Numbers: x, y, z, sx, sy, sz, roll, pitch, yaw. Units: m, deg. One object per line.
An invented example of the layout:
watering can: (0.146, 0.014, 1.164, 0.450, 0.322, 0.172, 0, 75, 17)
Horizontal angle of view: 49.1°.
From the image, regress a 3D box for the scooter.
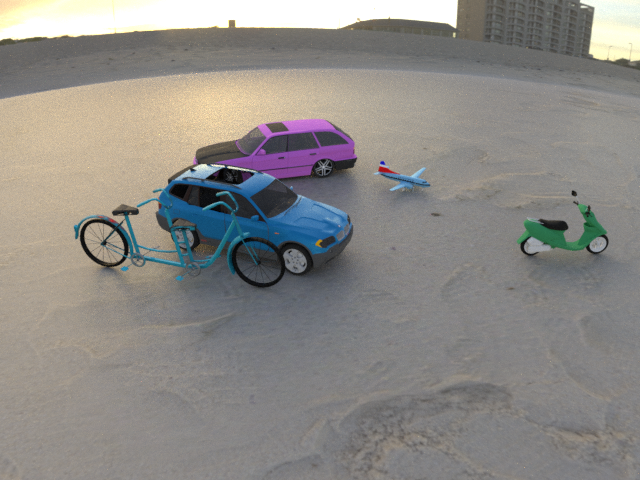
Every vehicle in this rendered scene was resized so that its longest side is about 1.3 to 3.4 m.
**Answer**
scooter: (3.648, -0.193, 10.390, 1.399, 0.919, 0.662, -1, 27, -3)

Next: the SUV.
SUV: (-1.015, -0.415, 10.600, 3.058, 1.128, 1.276, 11, 29, 22)

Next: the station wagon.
station wagon: (-0.884, -1.731, 13.474, 3.105, 0.920, 1.327, -8, 28, -16)

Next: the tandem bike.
tandem bike: (-2.007, -0.073, 9.693, 3.192, 1.326, 0.550, 7, 27, 13)

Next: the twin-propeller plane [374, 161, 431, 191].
twin-propeller plane: (1.552, -1.181, 12.944, 1.095, 0.407, 1.370, 17, 31, 30)
